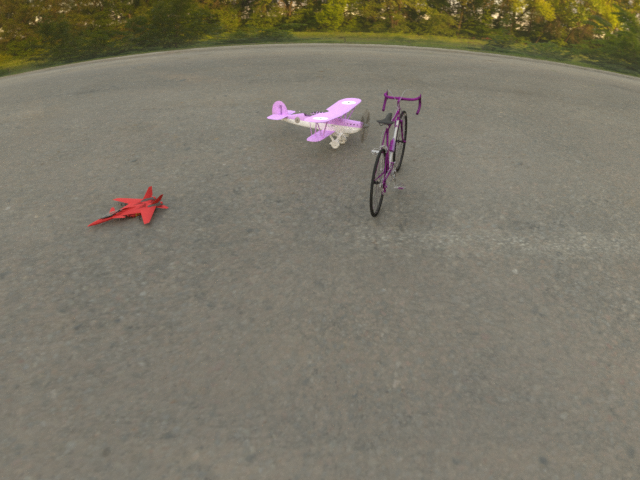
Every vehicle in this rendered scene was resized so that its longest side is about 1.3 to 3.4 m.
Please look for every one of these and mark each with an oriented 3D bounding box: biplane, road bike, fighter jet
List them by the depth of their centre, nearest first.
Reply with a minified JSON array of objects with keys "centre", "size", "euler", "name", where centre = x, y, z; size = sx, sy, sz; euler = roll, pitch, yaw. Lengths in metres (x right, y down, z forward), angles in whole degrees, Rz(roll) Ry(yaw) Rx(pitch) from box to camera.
[{"centre":[-3.323,-0.526,11.883],"size":[1.358,0.286,1.147],"euler":[-24,38,-34],"name":"fighter jet"},{"centre":[1.254,-1.625,12.381],"size":[0.696,1.656,3.004],"euler":[9,32,14],"name":"road bike"},{"centre":[0.002,-2.462,14.428],"size":[2.120,0.981,2.598],"euler":[11,33,18],"name":"biplane"}]
